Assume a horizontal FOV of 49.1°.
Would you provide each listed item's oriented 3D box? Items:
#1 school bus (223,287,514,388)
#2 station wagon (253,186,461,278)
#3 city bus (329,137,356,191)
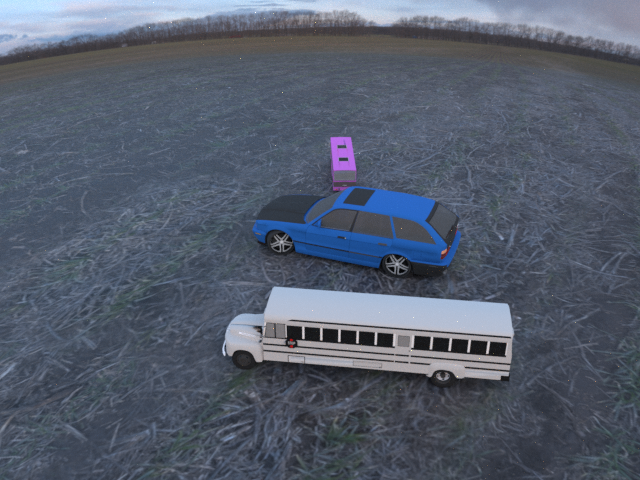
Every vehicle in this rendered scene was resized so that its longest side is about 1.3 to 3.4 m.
[{"bbox_3d":[0.509,1.094,8.152,3.322,0.844,0.709,4,29,7],"label":"school bus"},{"bbox_3d":[0.517,-0.261,10.535,3.105,0.920,1.327,10,30,18],"label":"station wagon"},{"bbox_3d":[0.422,-1.421,13.122,0.476,0.460,1.674,-1,29,-1],"label":"city bus"}]
